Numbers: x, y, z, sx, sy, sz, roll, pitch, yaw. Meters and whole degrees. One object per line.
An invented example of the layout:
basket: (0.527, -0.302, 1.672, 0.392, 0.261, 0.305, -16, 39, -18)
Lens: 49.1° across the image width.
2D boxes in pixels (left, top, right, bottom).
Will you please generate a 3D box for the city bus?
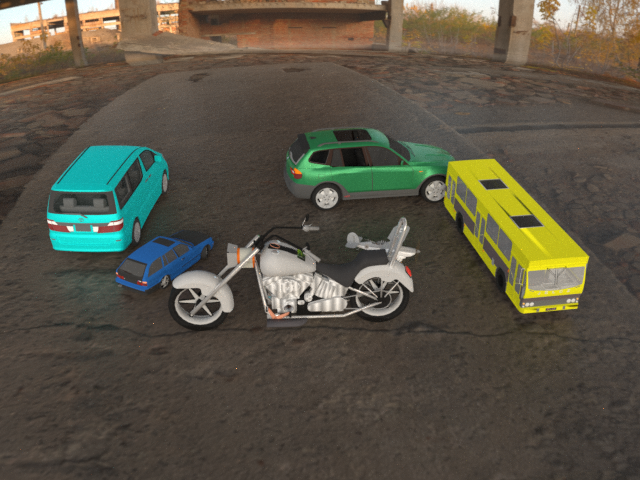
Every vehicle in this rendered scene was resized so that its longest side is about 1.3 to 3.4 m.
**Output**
city bus: (2.709, -0.150, 10.230, 0.926, 0.894, 3.255, -4, 29, -8)

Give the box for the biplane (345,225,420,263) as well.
biplane: (0.923, 0.095, 10.191, 1.090, 0.504, 1.336, 9, 30, 15)

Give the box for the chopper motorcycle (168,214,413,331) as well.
chopper motorcycle: (-0.355, 0.421, 8.601, 3.040, 1.480, 0.906, -1, 29, -2)

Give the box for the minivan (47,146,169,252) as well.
minivan: (-3.305, -0.876, 11.226, 1.324, 1.197, 3.011, 1, 29, 2)

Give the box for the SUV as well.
SUV: (0.898, -1.325, 12.106, 3.058, 1.128, 1.276, -4, 29, -8)

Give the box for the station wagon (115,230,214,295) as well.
station wagon: (-2.184, 0.213, 10.011, 0.682, 0.473, 1.597, 15, 32, 25)
